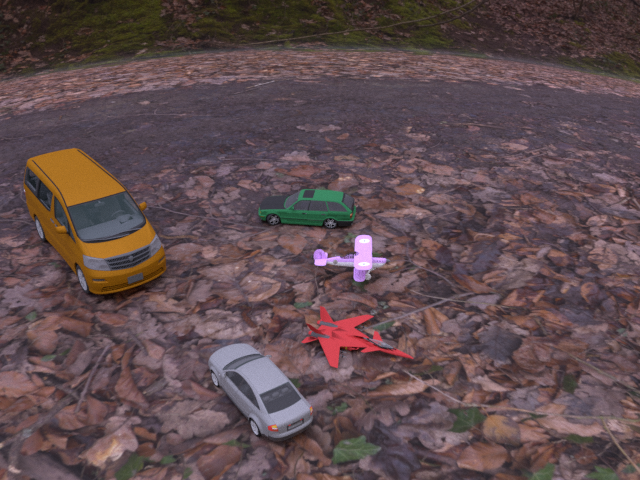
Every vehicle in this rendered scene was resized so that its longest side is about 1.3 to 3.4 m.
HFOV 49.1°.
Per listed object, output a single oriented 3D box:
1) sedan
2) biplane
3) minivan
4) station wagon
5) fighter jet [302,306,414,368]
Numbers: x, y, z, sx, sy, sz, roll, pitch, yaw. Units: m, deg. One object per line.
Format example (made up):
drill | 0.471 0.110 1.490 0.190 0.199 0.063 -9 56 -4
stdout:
sedan | -0.692 1.572 7.693 0.635 0.483 1.613 -19 34 -30
biplane | 0.454 0.285 9.960 1.090 0.504 1.336 2 29 3
minivan | -3.399 -0.341 10.367 1.324 1.197 3.011 -20 35 -32
station wagon | -0.215 -0.551 11.477 1.597 0.473 0.682 4 30 6
fighter jet | 0.504 1.193 8.566 1.358 0.286 1.147 13 32 22
